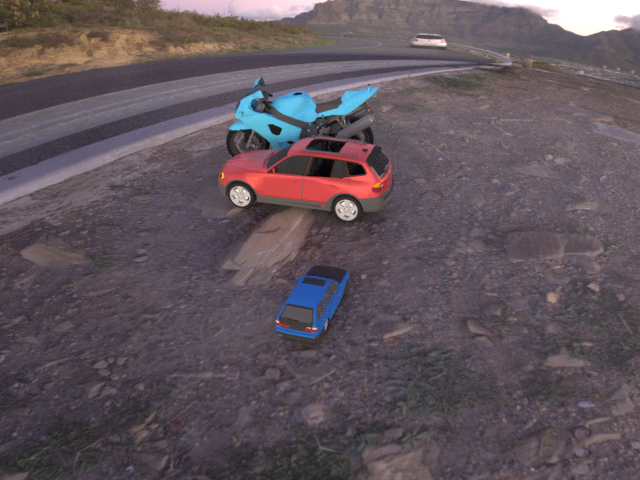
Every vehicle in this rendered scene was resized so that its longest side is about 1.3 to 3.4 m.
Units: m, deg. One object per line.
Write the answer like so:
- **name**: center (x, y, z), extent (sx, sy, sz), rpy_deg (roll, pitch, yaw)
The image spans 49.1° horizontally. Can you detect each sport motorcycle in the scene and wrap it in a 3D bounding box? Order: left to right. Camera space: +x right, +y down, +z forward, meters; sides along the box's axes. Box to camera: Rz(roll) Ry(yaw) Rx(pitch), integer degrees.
- **sport motorcycle**: center (-0.358, -2.255, 13.563), extent (2.955, 1.596, 0.983), rpy_deg (-1, 29, -3)

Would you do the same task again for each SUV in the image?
- **SUV**: center (-0.244, -1.167, 12.070), extent (3.058, 1.128, 1.276), rpy_deg (8, 30, 14)

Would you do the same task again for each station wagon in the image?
- **station wagon**: center (-0.064, 0.731, 9.296), extent (0.682, 0.473, 1.597), rpy_deg (9, 30, 16)
